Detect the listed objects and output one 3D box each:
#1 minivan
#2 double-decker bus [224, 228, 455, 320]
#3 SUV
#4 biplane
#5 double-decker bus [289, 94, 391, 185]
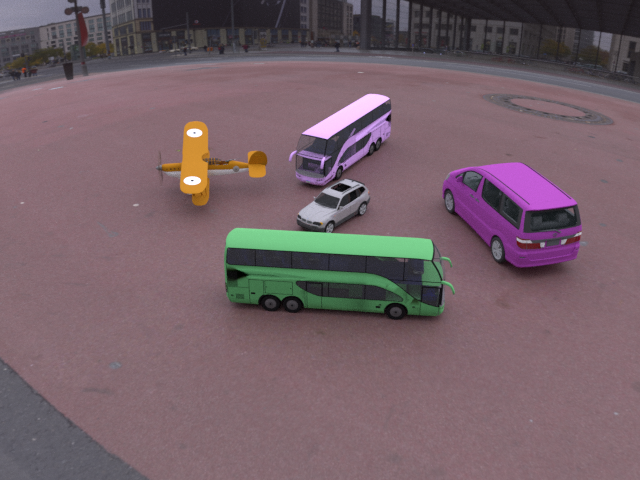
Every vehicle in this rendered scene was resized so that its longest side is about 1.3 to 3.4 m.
[{"bbox_3d":[3.147,-0.649,11.868,1.324,1.197,3.011,-8,30,-13],"label":"minivan"},{"bbox_3d":[0.265,0.470,10.021,3.251,1.052,0.756,3,29,6],"label":"double-decker bus"},{"bbox_3d":[0.254,-0.625,12.455,0.656,0.580,1.572,22,36,33],"label":"SUV"},{"bbox_3d":[-2.062,-1.377,13.388,2.120,0.981,2.598,-3,29,-6],"label":"biplane"},{"bbox_3d":[0.533,-2.117,14.634,0.756,1.052,3.251,16,33,26],"label":"double-decker bus"}]
